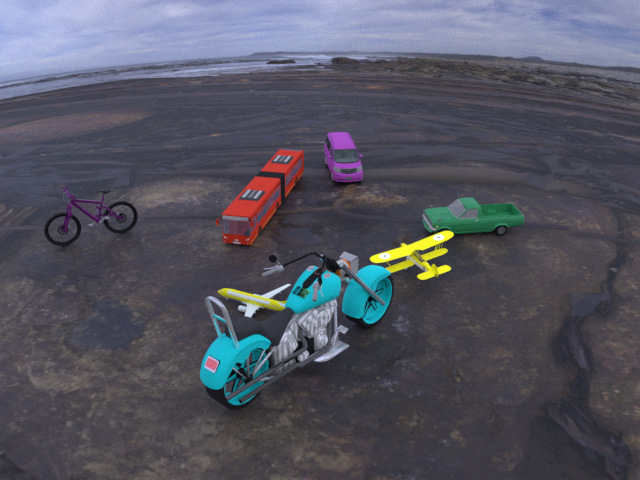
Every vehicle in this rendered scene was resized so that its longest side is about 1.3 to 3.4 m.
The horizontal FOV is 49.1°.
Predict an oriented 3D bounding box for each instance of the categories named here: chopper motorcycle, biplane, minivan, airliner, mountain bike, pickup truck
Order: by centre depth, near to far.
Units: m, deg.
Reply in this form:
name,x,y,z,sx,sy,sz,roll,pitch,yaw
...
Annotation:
name,x,y,z,sx,sy,sz,roll,pitch,yaw
chopper motorcycle,-0.123,0.779,7.994,0.906,1.480,3.040,21,33,37
airliner,-0.822,0.728,9.297,1.307,0.429,1.161,13,29,24
biplane,1.405,0.291,10.107,1.336,0.504,1.090,-10,28,-20
mountain bike,-3.641,-0.408,11.124,1.469,0.868,0.573,-14,29,-27
pickup truck,2.515,-0.400,11.516,1.603,0.511,0.640,-3,26,-7
minivan,0.458,-1.653,13.966,0.681,0.616,1.548,-3,26,-6

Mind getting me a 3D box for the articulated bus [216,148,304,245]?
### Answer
name,x,y,z,sx,sy,sz,roll,pitch,yaw
articulated bus,-0.938,-0.852,12.386,0.605,0.561,3.401,6,27,12
